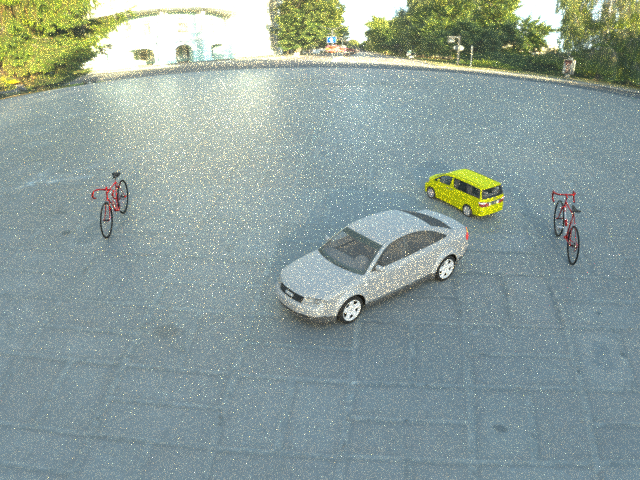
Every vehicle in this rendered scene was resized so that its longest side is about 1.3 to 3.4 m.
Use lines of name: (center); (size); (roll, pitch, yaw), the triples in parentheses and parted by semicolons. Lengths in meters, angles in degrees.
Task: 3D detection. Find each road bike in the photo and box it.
road bike: (3.859, -0.246, 10.930); (0.358, 0.852, 1.545); (2, 27, 4)
road bike: (-3.448, -0.649, 11.713); (0.358, 0.852, 1.545); (1, 27, 1)

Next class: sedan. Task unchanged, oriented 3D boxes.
sedan: (0.788, 0.220, 9.925); (3.137, 0.940, 1.235); (-20, 33, -34)

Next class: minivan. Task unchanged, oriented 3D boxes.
minivan: (2.546, -0.921, 12.500); (0.681, 0.616, 1.548); (-17, 32, -29)
